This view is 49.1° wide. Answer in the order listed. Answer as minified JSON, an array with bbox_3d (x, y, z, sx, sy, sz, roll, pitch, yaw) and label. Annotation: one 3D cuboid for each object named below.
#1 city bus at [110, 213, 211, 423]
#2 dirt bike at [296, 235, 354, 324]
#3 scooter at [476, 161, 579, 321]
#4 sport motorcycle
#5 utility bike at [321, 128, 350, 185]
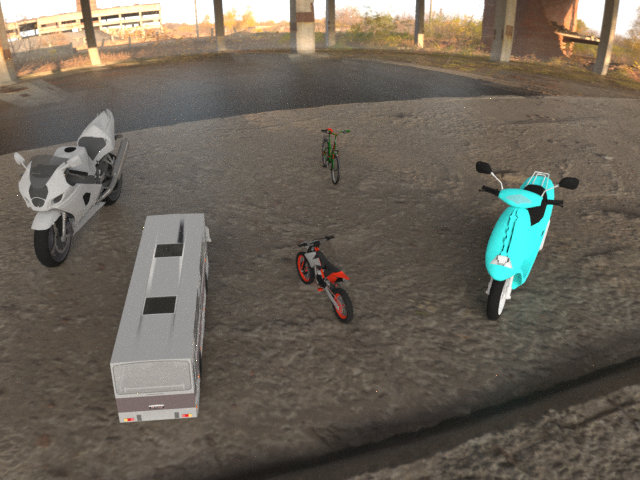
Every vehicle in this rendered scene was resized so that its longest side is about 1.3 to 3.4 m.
[{"bbox_3d":[-1.825,0.805,8.465,0.926,0.894,3.255,-3,29,-5],"label":"city bus"},{"bbox_3d":[0.030,0.443,9.157,0.527,0.857,1.493,-15,32,-25],"label":"dirt bike"},{"bbox_3d":[2.720,-0.236,9.426,1.288,1.786,2.721,14,32,23],"label":"scooter"},{"bbox_3d":[-3.709,-0.863,10.754,0.983,1.596,2.955,3,29,5],"label":"sport motorcycle"},{"bbox_3d":[0.246,-1.650,12.847,0.535,0.946,1.435,-6,29,-10],"label":"utility bike"}]
